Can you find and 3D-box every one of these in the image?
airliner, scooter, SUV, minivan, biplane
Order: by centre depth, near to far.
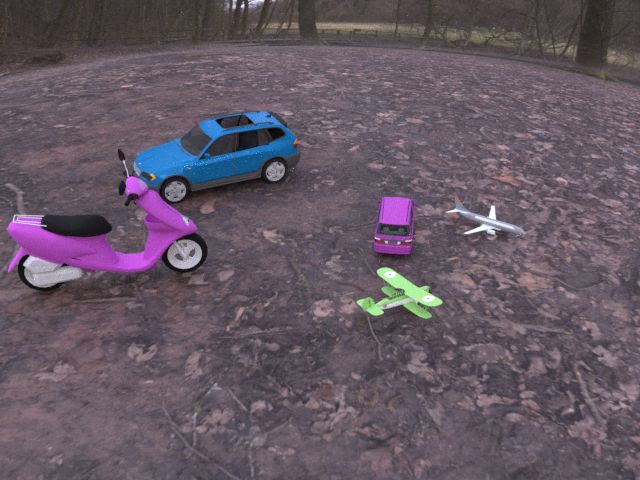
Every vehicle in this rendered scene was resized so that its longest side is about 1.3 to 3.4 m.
[{"bbox_3d":[1.025,0.774,9.318,1.090,0.504,1.336,-15,33,-24],"label":"biplane"},{"bbox_3d":[-2.963,-0.181,9.686,2.721,1.786,1.288,-7,31,-12],"label":"scooter"},{"bbox_3d":[1.201,-0.339,11.126,0.681,0.616,1.548,4,30,7],"label":"minivan"},{"bbox_3d":[2.743,-0.381,11.383,1.307,0.429,1.161,19,35,29],"label":"airliner"},{"bbox_3d":[-1.874,-1.605,12.796,3.058,1.128,1.276,-14,33,-22],"label":"SUV"}]
